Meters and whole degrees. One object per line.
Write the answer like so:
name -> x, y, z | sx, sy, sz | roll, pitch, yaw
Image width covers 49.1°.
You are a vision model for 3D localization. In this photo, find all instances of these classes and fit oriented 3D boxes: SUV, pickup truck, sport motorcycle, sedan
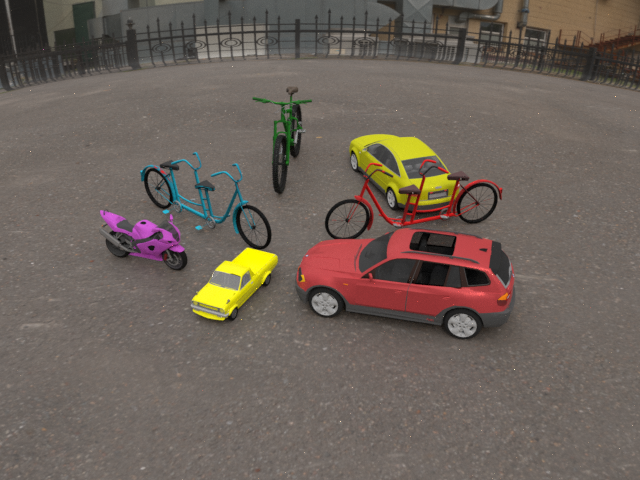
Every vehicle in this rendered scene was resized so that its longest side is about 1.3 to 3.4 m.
SUV -> 1.181, 0.452, 9.790 | 3.058, 1.128, 1.276 | 8, 31, 13
pickup truck -> -1.217, 0.575, 10.199 | 0.640, 0.511, 1.603 | 13, 32, 21
sport motorcycle -> -2.743, -0.004, 10.902 | 1.520, 0.821, 0.506 | 12, 32, 20
sedan -> 1.526, -1.478, 13.371 | 1.235, 0.940, 3.137 | -10, 31, -17

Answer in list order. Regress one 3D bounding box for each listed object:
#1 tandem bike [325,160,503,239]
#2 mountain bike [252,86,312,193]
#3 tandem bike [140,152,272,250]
tandem bike -> 1.615, -0.714, 11.639 | 3.192, 1.326, 0.550 | -8, 31, -14
mountain bike -> -0.633, -2.119, 13.742 | 1.114, 1.688, 2.857 | 4, 30, 6
tandem bike -> -2.011, -0.812, 11.811 | 3.192, 1.326, 0.550 | 22, 36, 33
